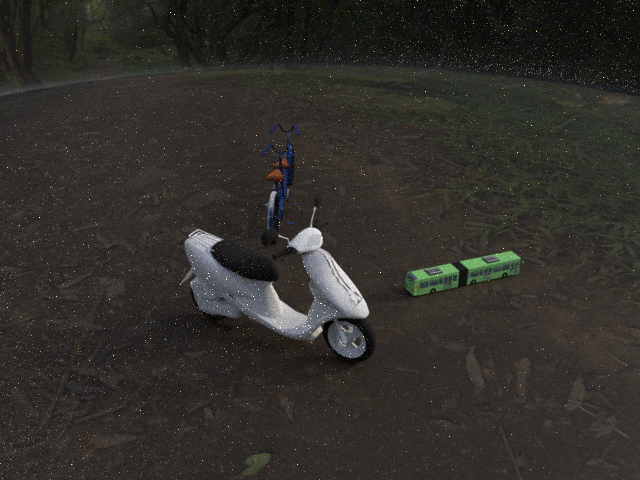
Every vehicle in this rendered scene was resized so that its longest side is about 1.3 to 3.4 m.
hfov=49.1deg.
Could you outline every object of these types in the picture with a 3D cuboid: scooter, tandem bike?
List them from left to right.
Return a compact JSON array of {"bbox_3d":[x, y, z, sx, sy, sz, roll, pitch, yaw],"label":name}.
[{"bbox_3d":[-0.563,0.406,8.308,2.721,1.786,1.288,14,30,25],"label":"scooter"},{"bbox_3d":[-0.639,-1.077,11.737,0.550,1.326,3.192,2,27,4],"label":"tandem bike"}]

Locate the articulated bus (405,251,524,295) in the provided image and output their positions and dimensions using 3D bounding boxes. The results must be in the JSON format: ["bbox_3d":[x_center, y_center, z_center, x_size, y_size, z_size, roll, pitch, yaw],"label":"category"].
[{"bbox_3d":[2.033,0.465,9.846,1.749,0.289,0.311,-10,29,-19],"label":"articulated bus"}]
